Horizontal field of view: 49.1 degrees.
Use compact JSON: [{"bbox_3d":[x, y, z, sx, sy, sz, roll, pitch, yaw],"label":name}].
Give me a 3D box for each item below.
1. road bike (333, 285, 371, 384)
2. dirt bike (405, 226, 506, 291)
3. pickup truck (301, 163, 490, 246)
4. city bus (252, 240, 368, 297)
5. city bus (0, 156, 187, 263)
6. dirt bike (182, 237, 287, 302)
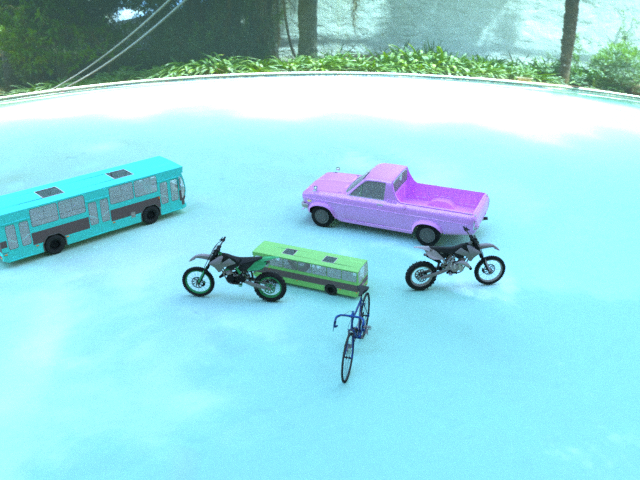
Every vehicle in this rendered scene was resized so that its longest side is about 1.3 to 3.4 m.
[{"bbox_3d":[0.446,1.049,8.471,0.358,0.852,1.545,7,27,14],"label":"road bike"},{"bbox_3d":[1.955,0.299,10.010,1.493,0.857,0.527,-4,26,-8],"label":"dirt bike"},{"bbox_3d":[1.260,-0.709,11.929,3.117,0.993,1.244,11,28,21],"label":"pickup truck"},{"bbox_3d":[-0.155,0.429,10.196,1.674,0.460,0.476,10,28,20],"label":"city bus"},{"bbox_3d":[-3.843,-0.543,11.701,3.255,0.894,0.926,-22,33,-37],"label":"city bus"},{"bbox_3d":[-1.204,0.448,9.702,1.493,0.857,0.527,3,26,7],"label":"dirt bike"}]
